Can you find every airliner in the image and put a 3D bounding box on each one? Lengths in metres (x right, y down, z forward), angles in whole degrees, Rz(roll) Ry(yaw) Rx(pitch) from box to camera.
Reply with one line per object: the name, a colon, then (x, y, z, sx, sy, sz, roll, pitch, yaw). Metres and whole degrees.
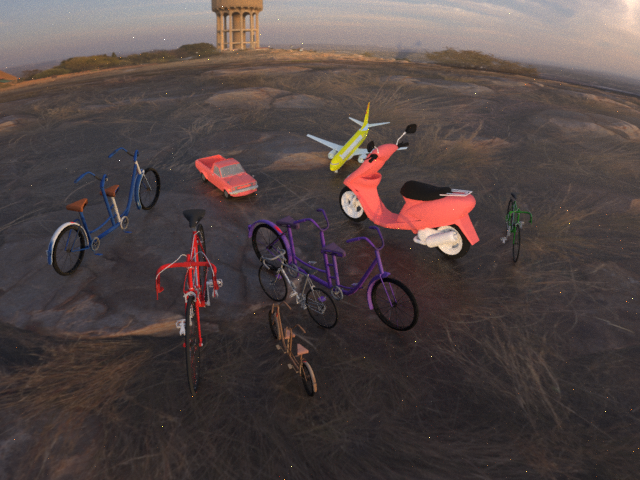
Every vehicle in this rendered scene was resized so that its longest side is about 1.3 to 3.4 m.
airliner: (0.675, -2.162, 14.765, 2.257, 0.835, 2.541, 10, 30, 18)

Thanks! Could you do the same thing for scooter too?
scooter: (1.372, -0.804, 11.262, 2.721, 1.786, 1.288, 23, 36, 36)

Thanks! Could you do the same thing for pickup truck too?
pickup truck: (-1.823, -1.295, 13.505, 0.640, 0.511, 1.603, -18, 33, -29)

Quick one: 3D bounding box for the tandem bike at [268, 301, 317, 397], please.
tandem bike: (-0.365, 1.259, 8.617, 0.283, 0.682, 1.642, -11, 30, -20)

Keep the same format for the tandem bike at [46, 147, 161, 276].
tandem bike: (-3.440, -0.598, 11.367, 0.550, 1.326, 3.192, 9, 30, 16)

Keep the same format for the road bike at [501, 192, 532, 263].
road bike: (3.128, -0.279, 11.276, 0.358, 0.852, 1.545, 4, 29, 7)

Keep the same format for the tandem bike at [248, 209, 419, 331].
tandem bike: (0.087, 0.231, 9.838, 3.192, 1.326, 0.550, 23, 36, 36)

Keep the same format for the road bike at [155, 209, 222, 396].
road bike: (-1.570, 0.571, 8.864, 0.696, 1.656, 3.004, -3, 29, -5)

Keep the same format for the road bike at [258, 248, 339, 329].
road bike: (-0.323, 0.645, 9.572, 1.545, 0.852, 0.358, 24, 37, 37)
